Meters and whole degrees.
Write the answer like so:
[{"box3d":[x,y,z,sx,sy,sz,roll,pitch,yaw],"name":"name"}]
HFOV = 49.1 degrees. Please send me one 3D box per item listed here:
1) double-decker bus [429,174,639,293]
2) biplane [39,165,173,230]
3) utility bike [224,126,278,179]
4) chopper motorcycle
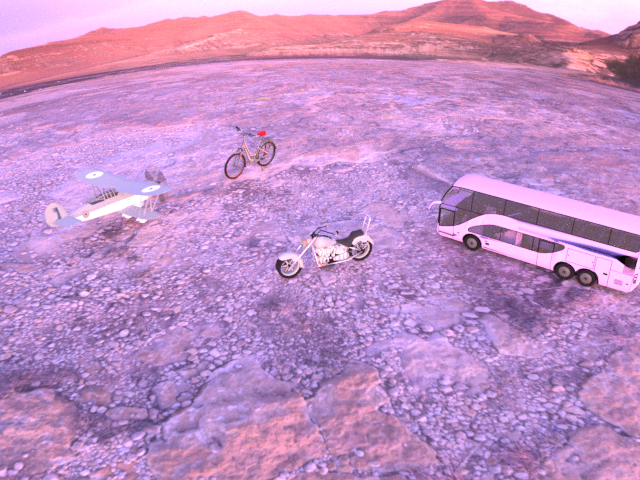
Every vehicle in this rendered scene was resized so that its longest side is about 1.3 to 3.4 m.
[{"box3d":[3.263,-0.179,10.626,3.251,1.052,0.756,19,34,31],"name":"double-decker bus"},{"box3d":[-3.513,-0.615,11.498,2.598,0.981,2.120,24,37,37],"name":"biplane"},{"box3d":[-1.297,-1.745,13.601,0.535,0.946,1.435,22,36,35],"name":"utility bike"},{"box3d":[0.085,0.095,10.429,1.563,0.761,0.466,-12,31,-20],"name":"chopper motorcycle"}]
